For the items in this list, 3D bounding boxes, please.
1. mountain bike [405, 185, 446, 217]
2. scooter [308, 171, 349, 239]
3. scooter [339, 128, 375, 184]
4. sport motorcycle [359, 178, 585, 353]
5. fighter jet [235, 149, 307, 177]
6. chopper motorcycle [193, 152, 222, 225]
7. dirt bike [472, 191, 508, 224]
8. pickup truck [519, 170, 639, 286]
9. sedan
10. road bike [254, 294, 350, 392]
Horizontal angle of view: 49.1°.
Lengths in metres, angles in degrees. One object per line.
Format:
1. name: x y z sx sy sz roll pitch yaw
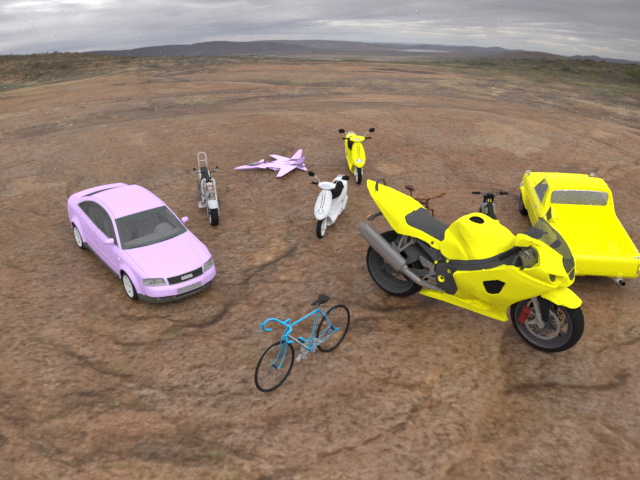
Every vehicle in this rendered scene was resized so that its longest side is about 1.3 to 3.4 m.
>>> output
1. mountain bike: 1.464 -0.365 10.490 0.573 0.868 1.469 -11 29 -20
2. scooter: 0.178 -0.680 11.046 0.662 0.919 1.399 8 28 16
3. scooter: 0.649 -1.677 12.979 0.662 0.919 1.399 -2 27 -5
4. sport motorcycle: 1.777 0.271 8.463 2.955 1.596 0.983 20 33 33
5. fighter jet: -0.954 -1.478 13.281 1.358 0.286 1.147 -5 28 -9
6. chopper motorcycle: -1.851 -0.858 11.562 0.466 0.761 1.563 -7 28 -13
7. dirt bike: 2.474 -0.249 10.278 0.527 0.857 1.493 2 27 3
8. pickup truck: 3.759 -0.363 10.350 1.244 0.993 3.117 3 27 6
9. sedan: -2.607 -0.127 9.950 1.235 0.940 3.137 -19 33 -32
10. road bike: -0.162 1.073 7.720 0.358 0.852 1.545 22 35 36
